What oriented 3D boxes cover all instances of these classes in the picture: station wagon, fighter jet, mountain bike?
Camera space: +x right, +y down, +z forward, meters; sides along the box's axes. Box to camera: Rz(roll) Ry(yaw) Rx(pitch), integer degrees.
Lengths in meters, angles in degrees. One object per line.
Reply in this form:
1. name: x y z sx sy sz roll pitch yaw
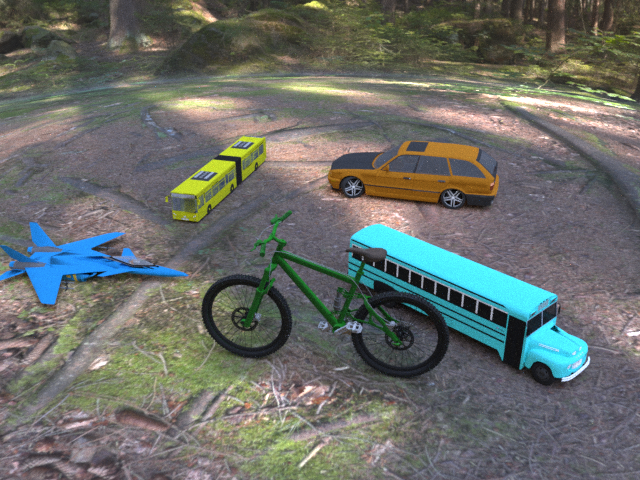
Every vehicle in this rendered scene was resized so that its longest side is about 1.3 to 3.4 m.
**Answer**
1. station wagon: 1.690 -1.291 12.812 3.105 0.920 1.327 7 27 15
2. fighter jet: -3.157 0.249 10.031 2.640 0.557 2.229 4 26 9
3. mountain bike: 0.016 0.699 7.792 2.857 1.688 1.114 5 26 11

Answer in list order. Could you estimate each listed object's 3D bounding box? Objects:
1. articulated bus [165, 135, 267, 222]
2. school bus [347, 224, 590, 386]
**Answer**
1. articulated bus: -1.811 -1.229 13.096 0.605 0.561 3.401 7 27 15
2. school bus: 1.753 0.709 8.743 0.709 0.844 3.322 -22 34 -38
